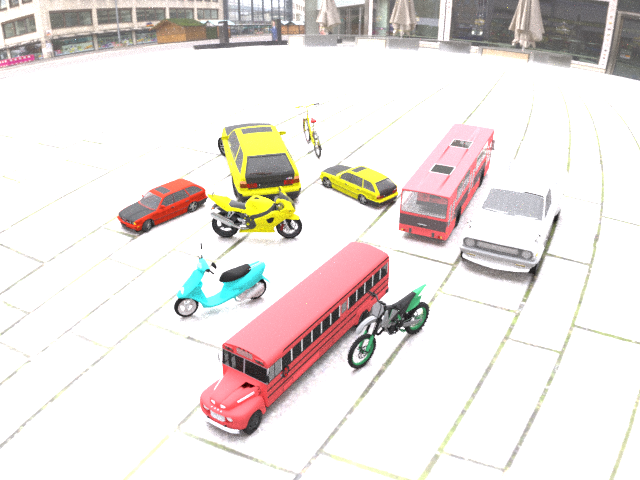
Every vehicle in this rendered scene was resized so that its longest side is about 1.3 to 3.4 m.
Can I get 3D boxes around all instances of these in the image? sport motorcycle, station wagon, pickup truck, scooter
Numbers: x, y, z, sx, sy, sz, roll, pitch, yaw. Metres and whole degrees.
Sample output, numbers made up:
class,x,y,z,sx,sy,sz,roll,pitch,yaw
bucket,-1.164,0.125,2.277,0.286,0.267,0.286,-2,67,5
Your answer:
class,x,y,z,sx,sy,sz,roll,pitch,yaw
sport motorcycle,-1.043,-0.404,11.312,1.520,0.821,0.506,1,30,2
station wagon,-1.206,-1.718,13.481,1.327,0.920,3.105,-7,31,-12
station wagon,-2.721,-0.643,12.072,0.682,0.473,1.597,25,38,36
pickup truck,3.237,-0.554,11.400,1.244,0.993,3.117,13,33,22
scooter,-1.346,0.535,9.595,1.399,0.919,0.662,-13,33,-22
station wagon,0.687,-1.098,12.857,0.682,0.473,1.597,-25,38,-36

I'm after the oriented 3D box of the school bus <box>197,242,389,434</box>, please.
class,x,y,z,sx,sy,sz,roll,pitch,yaw
school bus,-0.224,1.103,8.689,0.709,0.844,3.322,19,35,29

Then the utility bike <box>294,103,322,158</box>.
class,x,y,z,sx,sy,sz,roll,pitch,yaw
utility bike,-0.222,-2.301,14.463,0.535,0.946,1.435,-8,31,-13

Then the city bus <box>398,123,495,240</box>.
class,x,y,z,sx,sy,sz,roll,pitch,yaw
city bus,2.306,-1.079,12.406,0.926,0.894,3.255,13,32,21

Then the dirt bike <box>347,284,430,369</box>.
class,x,y,z,sx,sy,sz,roll,pitch,yaw
dirt bike,0.898,1.032,8.798,1.493,0.857,0.527,-25,38,-36
